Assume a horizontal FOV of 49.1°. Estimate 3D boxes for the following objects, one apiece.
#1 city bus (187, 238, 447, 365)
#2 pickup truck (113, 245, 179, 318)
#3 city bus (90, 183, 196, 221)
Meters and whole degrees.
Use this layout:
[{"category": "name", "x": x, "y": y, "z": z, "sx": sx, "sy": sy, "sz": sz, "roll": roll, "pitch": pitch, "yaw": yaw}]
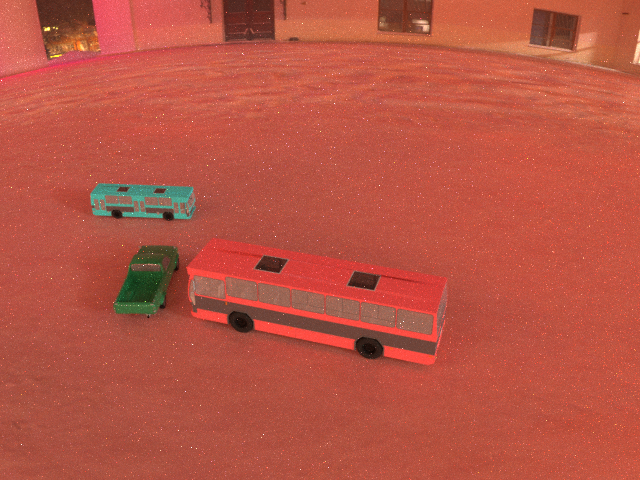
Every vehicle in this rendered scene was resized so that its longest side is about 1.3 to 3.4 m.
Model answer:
[{"category": "city bus", "x": -0.053, "y": 0.784, "z": 9.015, "sx": 3.255, "sy": 0.894, "sz": 0.926, "roll": 9, "pitch": 32, "yaw": 15}, {"category": "pickup truck", "x": -2.421, "y": 0.507, "z": 9.856, "sx": 0.640, "sy": 0.511, "sz": 1.603, "roll": 1, "pitch": 31, "yaw": 1}, {"category": "city bus", "x": -2.977, "y": -0.637, "z": 11.829, "sx": 1.674, "sy": 0.460, "sz": 0.476, "roll": 2, "pitch": 31, "yaw": 4}]
